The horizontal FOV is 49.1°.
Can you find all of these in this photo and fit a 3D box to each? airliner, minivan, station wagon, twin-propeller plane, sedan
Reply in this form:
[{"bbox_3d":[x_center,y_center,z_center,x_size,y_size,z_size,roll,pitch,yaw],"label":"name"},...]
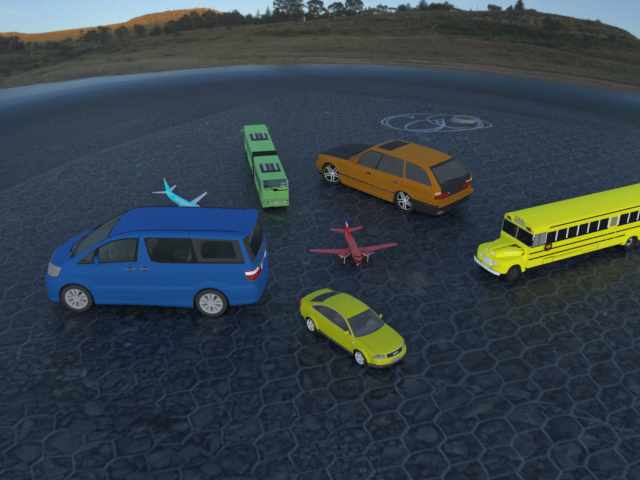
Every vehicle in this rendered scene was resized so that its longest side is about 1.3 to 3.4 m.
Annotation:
[{"bbox_3d":[-2.398,-0.728,12.330,1.161,0.429,1.307,-23,35,-38],"label":"airliner"},{"bbox_3d":[-2.243,0.219,9.604,3.011,1.197,1.324,2,27,3],"label":"minivan"},{"bbox_3d":[1.300,-1.352,13.020,1.327,0.920,3.105,-24,35,-39],"label":"station wagon"},{"bbox_3d":[0.500,0.038,10.837,1.370,0.407,1.095,-4,27,-8],"label":"twin-propeller plane"},{"bbox_3d":[0.395,1.039,8.772,0.635,0.483,1.613,-20,33,-35],"label":"sedan"}]

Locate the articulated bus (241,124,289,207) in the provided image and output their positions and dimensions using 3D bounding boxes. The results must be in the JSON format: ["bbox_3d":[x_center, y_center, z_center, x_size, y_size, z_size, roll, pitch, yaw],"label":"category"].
[{"bbox_3d":[-1.095,-1.525,13.762,0.605,0.561,3.401,-5,27,-10],"label":"articulated bus"}]

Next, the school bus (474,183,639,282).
[{"bbox_3d":[3.885,-0.159,10.743,3.322,0.844,0.709,-12,29,-23],"label":"school bus"}]
